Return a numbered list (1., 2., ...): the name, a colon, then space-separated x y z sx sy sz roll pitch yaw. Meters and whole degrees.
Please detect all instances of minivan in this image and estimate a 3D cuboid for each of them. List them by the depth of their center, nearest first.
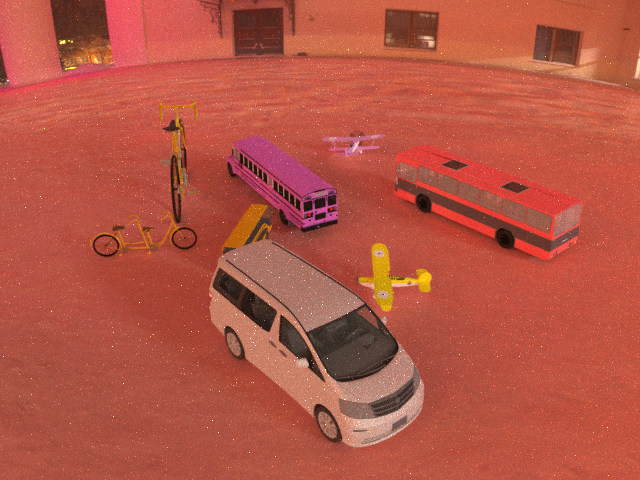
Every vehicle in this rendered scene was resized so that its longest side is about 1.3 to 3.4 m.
1. minivan: -0.111 1.104 8.265 1.324 1.197 3.011 -22 36 -34

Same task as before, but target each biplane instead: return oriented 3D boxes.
1. biplane: 1.031 0.591 9.911 1.090 0.504 1.336 0 29 0
2. biplane: 0.642 -1.925 14.469 1.336 0.504 1.090 8 30 14

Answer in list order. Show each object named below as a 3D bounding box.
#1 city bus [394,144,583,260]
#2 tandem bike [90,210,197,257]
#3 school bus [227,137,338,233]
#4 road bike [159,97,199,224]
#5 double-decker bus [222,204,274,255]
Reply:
1. city bus: 2.705 -0.679 11.809 0.926 0.894 3.255 -23 36 -35
2. tandem bike: -2.767 -0.090 10.962 1.642 0.682 0.283 -5 29 -9
3. school bus: -0.802 -1.117 12.655 0.709 0.844 3.322 -15 32 -26
4. road bike: -2.542 -1.518 12.541 0.697 1.656 3.004 -3 29 -6
5. double-decker bus: -1.123 -0.048 11.032 0.389 0.541 1.672 6 29 10
